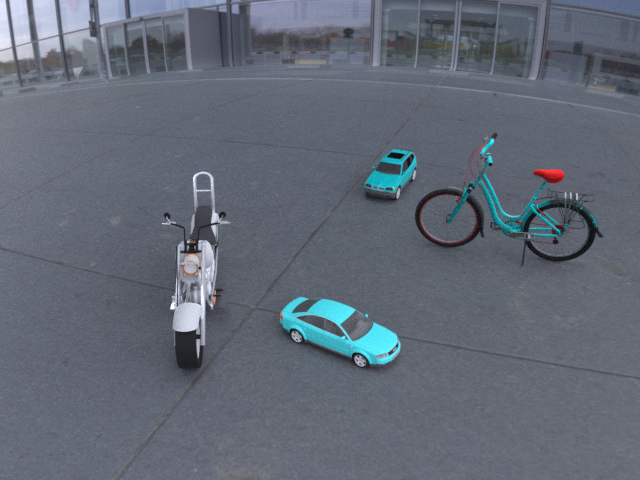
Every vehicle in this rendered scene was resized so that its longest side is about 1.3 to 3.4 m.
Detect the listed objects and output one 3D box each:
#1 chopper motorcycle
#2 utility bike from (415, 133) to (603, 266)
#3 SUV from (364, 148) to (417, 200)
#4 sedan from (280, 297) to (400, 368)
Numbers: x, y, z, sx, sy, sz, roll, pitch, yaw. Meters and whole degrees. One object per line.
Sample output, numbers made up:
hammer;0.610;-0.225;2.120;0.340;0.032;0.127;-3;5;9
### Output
chopper motorcycle;-1.620;0.302;9.211;0.906;1.480;3.040;-1;28;-3
utility bike;2.809;-0.524;10.399;2.791;1.839;1.039;7;29;14
SUV;1.352;-1.269;13.176;0.656;0.580;1.572;12;30;21
sedan;0.244;1.095;8.771;1.613;0.483;0.635;17;32;29
